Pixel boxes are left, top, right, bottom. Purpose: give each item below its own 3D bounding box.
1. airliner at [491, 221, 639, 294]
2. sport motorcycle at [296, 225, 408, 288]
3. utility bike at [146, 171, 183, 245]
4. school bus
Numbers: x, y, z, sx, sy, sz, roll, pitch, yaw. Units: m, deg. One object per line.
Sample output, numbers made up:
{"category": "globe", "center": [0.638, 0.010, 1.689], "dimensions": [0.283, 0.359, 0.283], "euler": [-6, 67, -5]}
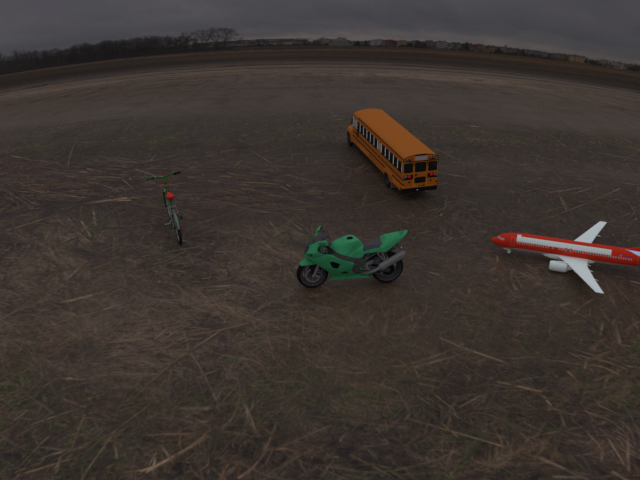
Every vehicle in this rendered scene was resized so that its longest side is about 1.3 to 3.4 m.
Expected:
{"category": "airliner", "center": [3.752, -0.011, 9.995], "dimensions": [2.541, 0.835, 2.257], "euler": [10, 29, 18]}
{"category": "sport motorcycle", "center": [0.432, 0.242, 9.519], "dimensions": [1.520, 0.821, 0.506], "euler": [-4, 28, -8]}
{"category": "utility bike", "center": [-2.363, -0.535, 10.890], "dimensions": [0.535, 0.946, 1.435], "euler": [-9, 29, -17]}
{"category": "school bus", "center": [1.284, -1.803, 13.458], "dimensions": [0.709, 0.844, 3.322], "euler": [-7, 28, -14]}
